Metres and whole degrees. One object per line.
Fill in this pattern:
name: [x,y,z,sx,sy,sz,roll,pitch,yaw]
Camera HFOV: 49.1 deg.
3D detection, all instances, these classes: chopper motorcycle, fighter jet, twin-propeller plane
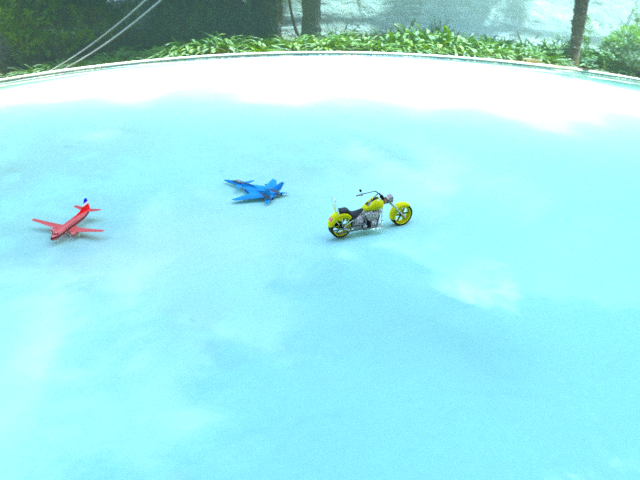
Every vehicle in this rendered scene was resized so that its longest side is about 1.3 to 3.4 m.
chopper motorcycle: [0.836,-0.481,11.484,1.563,0.761,0.466,-13,31,-23]
fighter jet: [-1.295,-1.028,12.975,1.358,0.286,1.147,20,34,32]
twin-propeller plane: [-4.112,-0.316,11.550,1.370,0.407,1.095,9,30,15]
